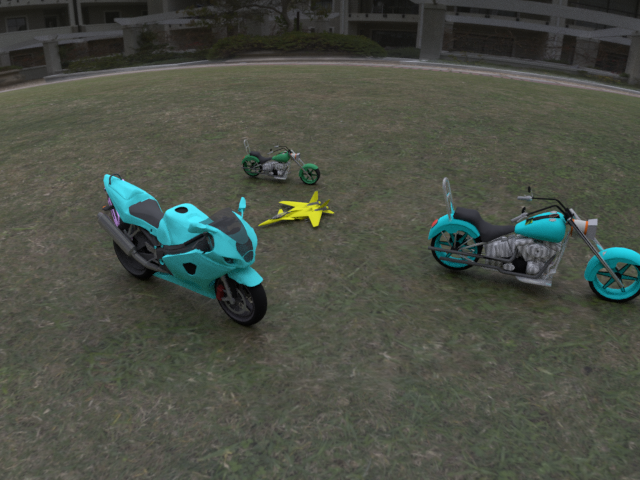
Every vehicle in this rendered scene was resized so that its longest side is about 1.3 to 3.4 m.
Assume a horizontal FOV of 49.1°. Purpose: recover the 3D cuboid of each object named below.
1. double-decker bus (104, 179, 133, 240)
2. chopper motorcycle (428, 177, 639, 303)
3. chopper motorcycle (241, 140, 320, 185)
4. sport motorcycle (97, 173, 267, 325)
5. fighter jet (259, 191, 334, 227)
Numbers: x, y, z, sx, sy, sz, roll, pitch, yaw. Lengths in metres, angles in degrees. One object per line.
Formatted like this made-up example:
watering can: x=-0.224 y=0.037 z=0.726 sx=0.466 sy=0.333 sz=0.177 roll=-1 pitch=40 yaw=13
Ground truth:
double-decker bus: x=-3.351 y=-0.536 z=11.872 sx=0.389 sy=0.541 sz=1.672 roll=-11 pitch=30 yaw=-19
chopper motorcycle: x=3.058 y=-0.007 z=9.919 sx=3.040 sy=1.480 sz=0.906 roll=10 pitch=30 yaw=17
chopper motorcycle: x=-0.762 y=-1.490 z=13.393 sx=1.563 sy=0.761 sz=0.466 roll=8 pitch=29 yaw=14
sport motorcycle: x=-1.889 y=0.101 z=9.598 sx=2.955 sy=1.596 sz=0.983 roll=20 pitch=34 yaw=32
fighter jet: x=-0.473 y=-0.494 z=12.060 sx=1.358 sy=0.286 sz=1.147 roll=-18 pitch=33 yaw=-29
